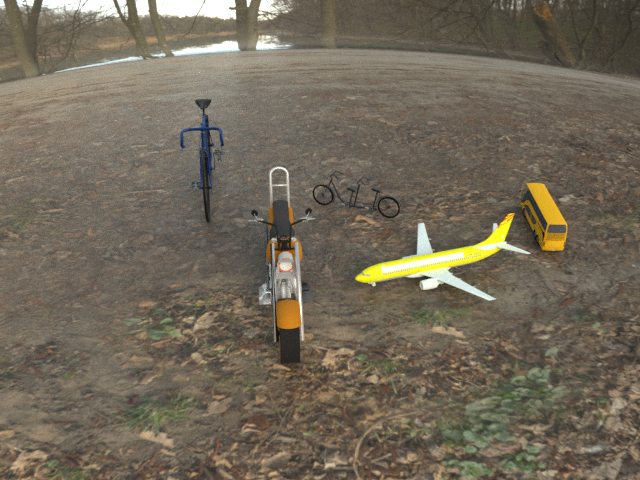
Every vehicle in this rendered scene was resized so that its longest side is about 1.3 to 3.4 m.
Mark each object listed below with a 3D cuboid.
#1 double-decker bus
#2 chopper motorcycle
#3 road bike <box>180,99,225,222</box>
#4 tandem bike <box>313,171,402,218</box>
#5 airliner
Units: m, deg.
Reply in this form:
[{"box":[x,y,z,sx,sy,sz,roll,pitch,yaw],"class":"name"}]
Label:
[{"box":[3.647,-0.421,11.500,0.389,0.541,1.672,1,30,1],"class":"double-decker bus"},{"box":[-0.489,0.249,9.410,0.906,1.480,3.040,-3,30,-4],"class":"chopper motorcycle"},{"box":[-2.009,-1.546,12.326,0.696,1.656,3.004,-3,30,-6],"class":"road bike"},{"box":[0.625,-0.787,11.990,1.642,0.682,0.283,12,32,20],"class":"tandem bike"},{"box":[1.709,0.154,10.215,2.541,0.835,2.257,-9,31,-16],"class":"airliner"}]
